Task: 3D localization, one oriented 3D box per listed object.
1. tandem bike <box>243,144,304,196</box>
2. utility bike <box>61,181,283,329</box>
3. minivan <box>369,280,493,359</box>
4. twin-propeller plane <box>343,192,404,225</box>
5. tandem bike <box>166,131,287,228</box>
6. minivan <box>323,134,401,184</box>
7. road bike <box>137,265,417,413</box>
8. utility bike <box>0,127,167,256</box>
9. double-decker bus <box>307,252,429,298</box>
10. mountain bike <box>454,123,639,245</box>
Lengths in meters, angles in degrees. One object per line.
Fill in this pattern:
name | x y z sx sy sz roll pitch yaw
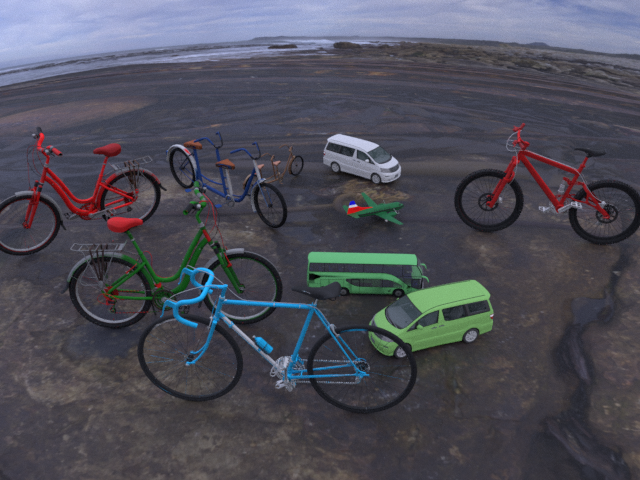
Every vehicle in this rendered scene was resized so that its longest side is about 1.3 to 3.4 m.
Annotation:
tandem bike | -0.844 -1.319 12.907 0.283 0.682 1.642 21 35 34
utility bike | -1.871 0.238 8.764 2.791 1.839 1.039 -1 28 -2
minivan | 1.374 0.959 8.713 1.548 0.616 0.681 -9 30 -17
twin-propeller plane | 0.946 -0.550 11.759 1.095 0.407 1.370 -12 30 -22
tandem bike | -1.683 -1.187 11.978 3.192 1.326 0.550 24 36 37
minivan | 0.816 -1.564 13.437 1.548 0.616 0.681 20 34 32
road bike | -0.481 1.106 7.334 3.004 1.656 0.697 3 28 5
utility bike | -3.629 -0.765 10.643 2.791 1.839 1.039 -18 33 -30
double-decker bus | 0.653 0.471 9.706 1.672 0.541 0.389 1 28 2
mountain bike | 3.550 -0.790 10.850 2.857 1.688 1.114 7 29 12
